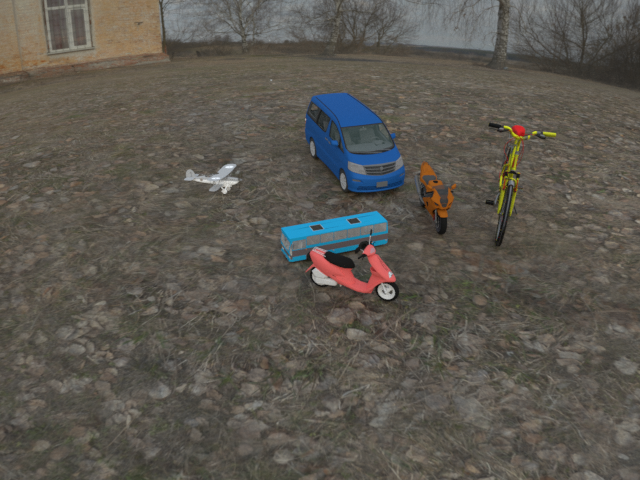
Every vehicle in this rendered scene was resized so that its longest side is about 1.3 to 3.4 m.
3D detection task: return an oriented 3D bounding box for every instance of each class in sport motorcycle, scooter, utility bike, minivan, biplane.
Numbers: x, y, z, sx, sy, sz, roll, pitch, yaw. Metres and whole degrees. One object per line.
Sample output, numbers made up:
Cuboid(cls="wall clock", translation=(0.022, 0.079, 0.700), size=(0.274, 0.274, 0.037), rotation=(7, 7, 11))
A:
Cuboid(cls="sport motorcycle", translation=(1.945, -0.731, 11.979), size=(0.506, 0.821, 1.520), rotation=(-3, 28, -6))
Cuboid(cls="scooter", translation=(0.454, 0.356, 9.845), size=(1.399, 0.919, 0.662), rotation=(11, 30, 20))
Cuboid(cls="utility bike", translation=(3.251, -1.136, 11.657), size=(1.039, 1.839, 2.791), rotation=(7, 29, 13))
Cuboid(cls="minivan", translation=(0.644, -1.962, 13.880), size=(1.324, 1.197, 3.011), rotation=(-9, 30, -17))
Cuboid(cls="biplane", translation=(-1.973, -1.144, 13.085), size=(1.090, 0.504, 1.336), rotation=(4, 28, 8))

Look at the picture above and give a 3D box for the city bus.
Cuboid(cls="city bus", translation=(0.234, -0.044, 11.078), size=(1.674, 0.460, 0.476), rotation=(-10, 30, -19))
